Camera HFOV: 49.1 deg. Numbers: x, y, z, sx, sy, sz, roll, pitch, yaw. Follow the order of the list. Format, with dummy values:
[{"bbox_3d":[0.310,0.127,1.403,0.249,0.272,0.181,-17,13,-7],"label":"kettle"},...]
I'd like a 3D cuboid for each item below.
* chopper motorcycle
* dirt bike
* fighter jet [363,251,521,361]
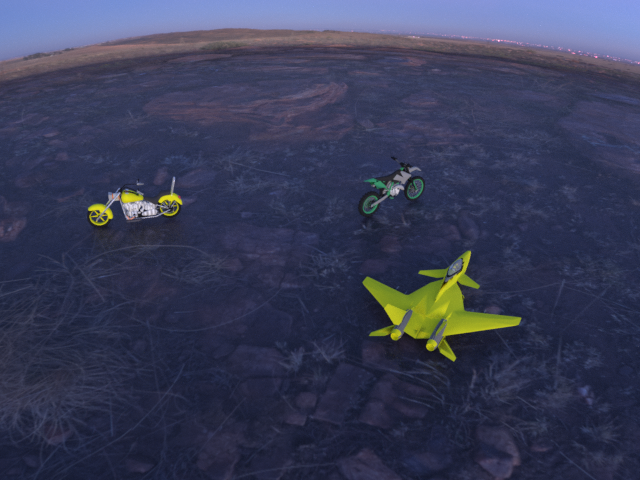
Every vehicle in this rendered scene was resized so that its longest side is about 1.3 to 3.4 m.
[{"bbox_3d":[-3.101,-0.634,11.677,1.563,0.761,0.466,-7,31,-12],"label":"chopper motorcycle"},{"bbox_3d":[1.260,-0.932,12.093,1.493,0.857,0.527,-19,35,-30],"label":"dirt bike"},{"bbox_3d":[1.730,0.612,9.740,2.229,0.557,2.640,14,33,23],"label":"fighter jet"}]
